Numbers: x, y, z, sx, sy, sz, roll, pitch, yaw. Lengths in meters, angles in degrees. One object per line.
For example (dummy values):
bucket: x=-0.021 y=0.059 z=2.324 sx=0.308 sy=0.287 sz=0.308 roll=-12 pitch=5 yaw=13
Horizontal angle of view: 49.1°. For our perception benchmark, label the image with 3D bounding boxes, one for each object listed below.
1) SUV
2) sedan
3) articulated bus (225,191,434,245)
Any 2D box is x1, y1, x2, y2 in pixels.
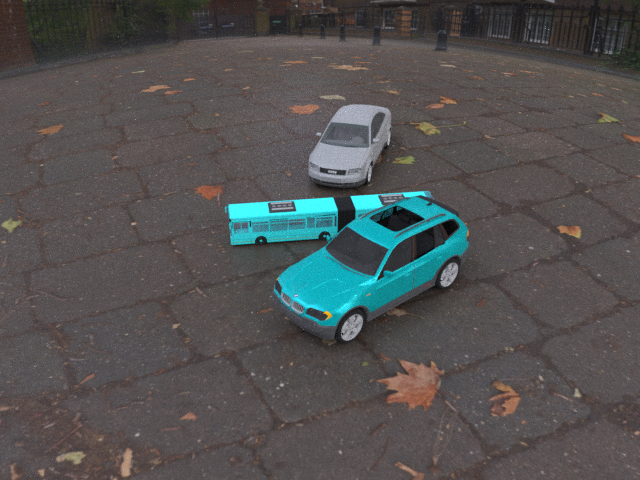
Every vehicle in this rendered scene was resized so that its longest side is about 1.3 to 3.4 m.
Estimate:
SUV: x=0.774 y=0.279 z=9.666 sx=3.058 sy=1.128 sz=1.276 roll=-23 pitch=38 yaw=-34
sedan: x=0.632 y=-1.992 z=13.731 sx=1.235 sy=0.940 sz=3.137 roll=8 pitch=31 yaw=14
articulated bus: x=0.197 y=-0.362 z=11.322 sx=3.401 sy=0.561 sz=0.605 roll=-4 pitch=31 yaw=-7
